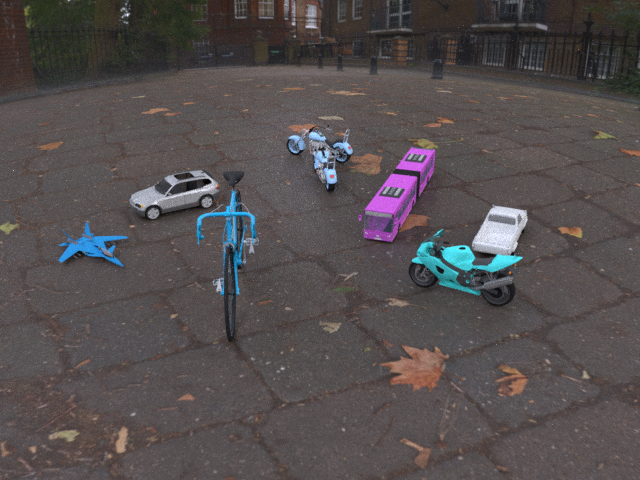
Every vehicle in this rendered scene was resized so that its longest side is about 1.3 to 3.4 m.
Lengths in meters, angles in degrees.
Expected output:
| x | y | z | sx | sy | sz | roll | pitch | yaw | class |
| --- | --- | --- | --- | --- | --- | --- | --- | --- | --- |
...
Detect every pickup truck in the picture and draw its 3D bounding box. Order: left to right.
| x | y | z | sx | sy | sz | roll | pitch | yaw | class |
| --- | --- | --- | --- | --- | --- | --- | --- | --- | --- |
| 2.838 | -0.183 | 10.963 | 0.640 | 0.511 | 1.603 | 11 | 28 | 22 | pickup truck |

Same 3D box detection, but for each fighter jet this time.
| x | y | z | sx | sy | sz | roll | pitch | yaw | class |
| --- | --- | --- | --- | --- | --- | --- | --- | --- | --- |
| -3.377 | 0.103 | 10.630 | 1.358 | 0.286 | 1.147 | 22 | 34 | 38 | fighter jet |

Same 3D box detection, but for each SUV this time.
| x | y | z | sx | sy | sz | roll | pitch | yaw | class |
| --- | --- | --- | --- | --- | --- | --- | --- | --- | --- |
| -2.527 | -0.824 | 12.205 | 1.572 | 0.580 | 0.656 | -14 | 29 | -27 | SUV |

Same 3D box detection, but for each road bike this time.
| x | y | z | sx | sy | sz | roll | pitch | yaw | class |
| --- | --- | --- | --- | --- | --- | --- | --- | --- | --- |
| -1.136 | 0.028 | 9.215 | 0.696 | 1.656 | 3.004 | -1 | 26 | -3 | road bike |

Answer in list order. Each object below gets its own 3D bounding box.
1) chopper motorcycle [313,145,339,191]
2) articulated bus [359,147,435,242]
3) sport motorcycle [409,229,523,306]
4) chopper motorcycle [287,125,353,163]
| x | y | z | sx | sy | sz | roll | pitch | yaw | class |
| --- | --- | --- | --- | --- | --- | --- | --- | --- | --- |
| 0.072 | -1.467 | 13.323 | 0.466 | 0.761 | 1.563 | -5 | 26 | -10 | chopper motorcycle |
| 1.458 | -0.890 | 12.363 | 0.605 | 0.561 | 3.401 | 9 | 27 | 18 | articulated bus |
| 1.920 | 0.392 | 9.421 | 1.520 | 0.821 | 0.506 | 13 | 29 | 25 | sport motorcycle |
| -0.022 | -2.036 | 14.499 | 1.563 | 0.761 | 0.466 | 16 | 30 | 29 | chopper motorcycle |
